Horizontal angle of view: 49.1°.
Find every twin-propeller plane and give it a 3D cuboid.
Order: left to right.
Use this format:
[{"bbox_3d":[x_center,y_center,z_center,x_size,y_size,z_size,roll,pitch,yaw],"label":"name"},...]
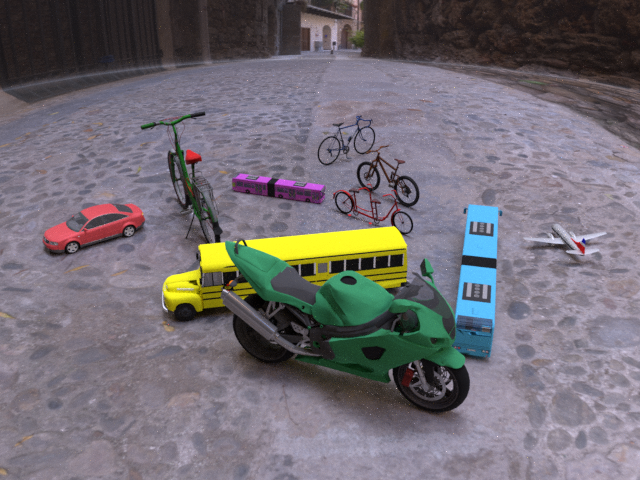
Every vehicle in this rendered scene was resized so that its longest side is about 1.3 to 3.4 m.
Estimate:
[{"bbox_3d":[3.862,-0.051,10.890,1.370,0.407,1.095,-4,28,-7],"label":"twin-propeller plane"}]

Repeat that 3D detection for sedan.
[{"bbox_3d":[-3.607,-0.245,11.172,1.613,0.483,0.635,-19,34,-32],"label":"sedan"}]

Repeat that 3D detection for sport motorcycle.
[{"bbox_3d":[0.247,0.938,7.784,2.955,1.596,0.983,13,31,23],"label":"sport motorcycle"}]

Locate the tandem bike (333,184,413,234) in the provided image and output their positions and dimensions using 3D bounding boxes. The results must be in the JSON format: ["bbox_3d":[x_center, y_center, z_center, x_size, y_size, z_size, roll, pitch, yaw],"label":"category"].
[{"bbox_3d":[0.862,-0.588,11.602,1.642,0.682,0.283,21,35,34],"label":"tandem bike"}]

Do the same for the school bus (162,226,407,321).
[{"bbox_3d":[-0.483,0.424,9.539,3.322,0.844,0.709,-6,29,-10],"label":"school bus"}]

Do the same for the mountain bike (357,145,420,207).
[{"bbox_3d":[1.200,-1.145,12.445,0.573,0.868,1.469,-24,36,-37],"label":"mountain bike"}]

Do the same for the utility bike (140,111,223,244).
[{"bbox_3d":[-2.159,-0.995,11.136,1.039,1.839,2.791,-13,31,-22],"label":"utility bike"}]

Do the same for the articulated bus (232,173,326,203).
[{"bbox_3d":[-0.749,-0.939,12.674,1.749,0.289,0.311,9,30,17],"label":"articulated bus"}]

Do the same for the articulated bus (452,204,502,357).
[{"bbox_3d":[2.218,0.431,9.826,0.605,0.561,3.401,6,29,12],"label":"articulated bus"}]

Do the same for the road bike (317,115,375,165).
[{"bbox_3d":[0.552,-2.028,14.113,1.545,0.852,0.358,-21,35,-34],"label":"road bike"}]
